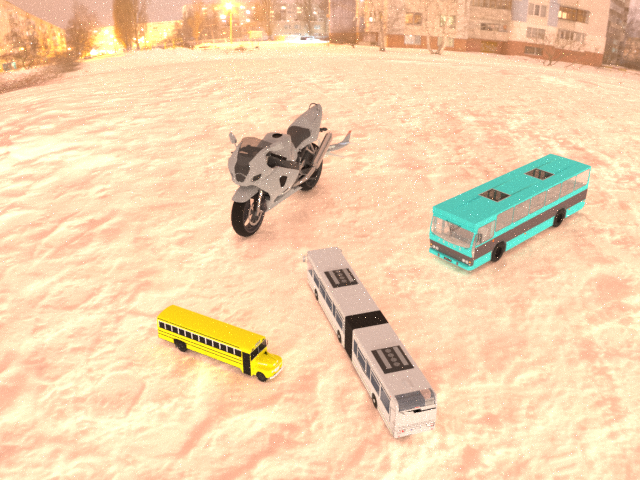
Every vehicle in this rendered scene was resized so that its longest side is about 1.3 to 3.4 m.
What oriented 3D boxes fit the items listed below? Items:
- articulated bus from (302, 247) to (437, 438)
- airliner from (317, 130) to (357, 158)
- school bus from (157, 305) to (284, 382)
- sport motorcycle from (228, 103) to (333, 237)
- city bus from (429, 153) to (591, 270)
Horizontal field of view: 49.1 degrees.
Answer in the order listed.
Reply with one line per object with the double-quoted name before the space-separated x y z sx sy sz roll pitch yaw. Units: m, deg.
"articulated bus" 0.517 1.095 8.736 0.605 0.561 3.401 -8 30 -15
"airliner" 0.101 -1.969 14.508 1.307 0.429 1.161 -14 32 -24
"school bus" -1.228 1.251 8.582 1.708 0.434 0.365 15 32 25
"sport motorcycle" -0.681 -1.245 11.955 0.983 1.596 2.955 13 31 23
"city bus" 3.120 -0.487 11.296 3.255 0.894 0.926 -23 36 -36
